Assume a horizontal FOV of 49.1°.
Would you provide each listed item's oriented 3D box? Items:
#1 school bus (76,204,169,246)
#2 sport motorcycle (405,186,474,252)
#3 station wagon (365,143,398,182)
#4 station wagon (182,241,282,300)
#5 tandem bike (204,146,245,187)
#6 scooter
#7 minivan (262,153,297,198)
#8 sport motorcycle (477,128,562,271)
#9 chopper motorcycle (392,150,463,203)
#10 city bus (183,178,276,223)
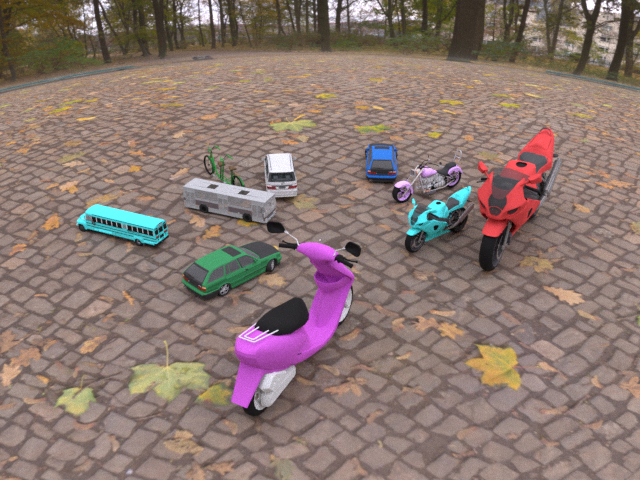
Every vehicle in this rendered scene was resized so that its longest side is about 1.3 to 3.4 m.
[{"bbox_3d":[-3.362,-0.262,11.771,1.708,0.434,0.365,13,32,21],"label":"school bus"},{"bbox_3d":[1.950,-0.346,11.529,1.520,0.821,0.506,-23,37,-34],"label":"sport motorcycle"},{"bbox_3d":[1.249,-1.672,14.205,0.682,0.473,1.597,2,30,3],"label":"station wagon"},{"bbox_3d":[-1.306,0.359,10.642,0.682,0.473,1.597,26,39,38],"label":"station wagon"},{"bbox_3d":[-1.867,-1.365,13.456,0.283,0.682,1.642,-19,35,-30],"label":"tandem bike"},{"bbox_3d":[-0.235,0.820,8.507,1.288,1.786,2.721,15,33,25],"label":"scooter"},{"bbox_3d":[-0.770,-1.333,13.468,0.681,0.616,1.548,-3,30,-5],"label":"minivan"},{"bbox_3d":[3.212,-0.709,11.382,0.983,1.596,2.955,16,34,26],"label":"sport motorcycle"},{"bbox_3d":[2.027,-1.193,13.075,1.563,0.761,0.466,-16,33,-26],"label":"chopper motorcycle"},{"bbox_3d":[-1.617,-0.691,12.498,1.674,0.460,0.476,12,32,20],"label":"city bus"}]
